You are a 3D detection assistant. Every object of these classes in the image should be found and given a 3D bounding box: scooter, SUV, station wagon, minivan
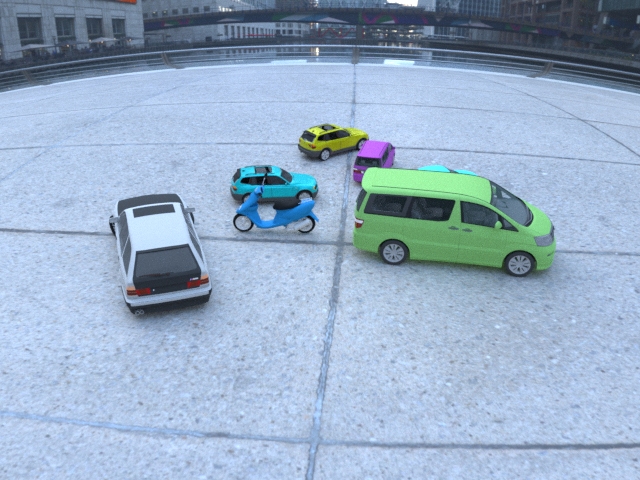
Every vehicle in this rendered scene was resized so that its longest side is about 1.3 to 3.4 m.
[{"bbox_3d":[-0.719,-0.535,11.235,1.399,0.919,0.662,1,28,2],"label":"scooter"},{"bbox_3d":[0.292,-2.104,14.499,1.572,0.580,0.656,-19,34,-31],"label":"SUV"},{"bbox_3d":[-0.814,-1.004,12.460,1.572,0.580,0.656,-3,29,-6],"label":"SUV"},{"bbox_3d":[-2.415,-0.063,10.358,1.327,0.920,3.105,-9,29,-15],"label":"station wagon"},{"bbox_3d":[1.064,-1.585,13.500,0.681,0.616,1.548,7,29,13],"label":"minivan"},{"bbox_3d":[2.027,-0.329,10.560,3.011,1.197,1.324,5,29,10],"label":"minivan"}]

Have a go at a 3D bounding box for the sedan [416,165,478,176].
[{"bbox_3d":[2.169,-1.083,12.709,1.613,0.483,0.635,-9,30,-15],"label":"sedan"}]
